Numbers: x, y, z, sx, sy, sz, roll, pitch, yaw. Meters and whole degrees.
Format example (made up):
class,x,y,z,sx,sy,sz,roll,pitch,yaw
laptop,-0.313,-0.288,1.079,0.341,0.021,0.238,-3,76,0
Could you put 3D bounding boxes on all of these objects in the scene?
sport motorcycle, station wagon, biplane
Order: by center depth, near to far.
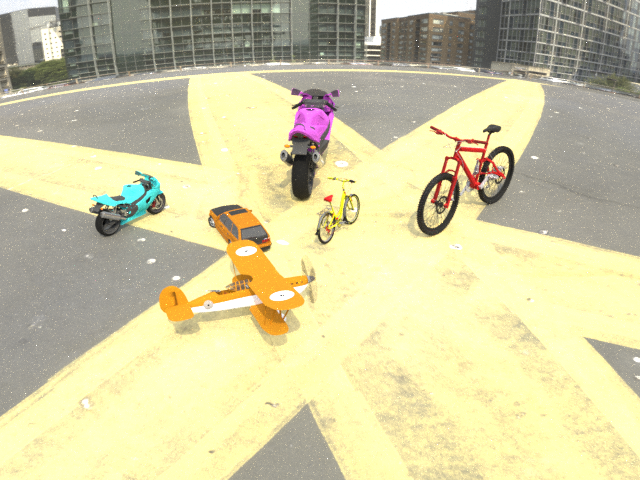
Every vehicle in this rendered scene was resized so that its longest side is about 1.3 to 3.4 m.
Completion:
class,x,y,z,sx,sy,sz,roll,pitch,yaw
biplane,-1.076,0.713,9.370,2.120,0.981,2.598,-10,30,-18
station wagon,-1.375,-0.277,11.763,0.682,0.473,1.597,-13,31,-24
sport motorcycle,-3.277,-0.642,12.079,0.506,0.821,1.520,20,34,32
sport motorcycle,-0.192,-1.970,13.744,0.983,1.596,2.955,4,28,7

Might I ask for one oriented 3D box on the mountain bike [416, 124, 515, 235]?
class,x,y,z,sx,sy,sz,roll,pitch,yaw
mountain bike,2.606,-1.160,12.130,1.114,1.688,2.857,25,37,38

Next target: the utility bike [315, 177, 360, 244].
class,x,y,z,sx,sy,sz,roll,pitch,yaw
utility bike,0.269,-0.551,11.777,0.535,0.946,1.435,16,32,28
